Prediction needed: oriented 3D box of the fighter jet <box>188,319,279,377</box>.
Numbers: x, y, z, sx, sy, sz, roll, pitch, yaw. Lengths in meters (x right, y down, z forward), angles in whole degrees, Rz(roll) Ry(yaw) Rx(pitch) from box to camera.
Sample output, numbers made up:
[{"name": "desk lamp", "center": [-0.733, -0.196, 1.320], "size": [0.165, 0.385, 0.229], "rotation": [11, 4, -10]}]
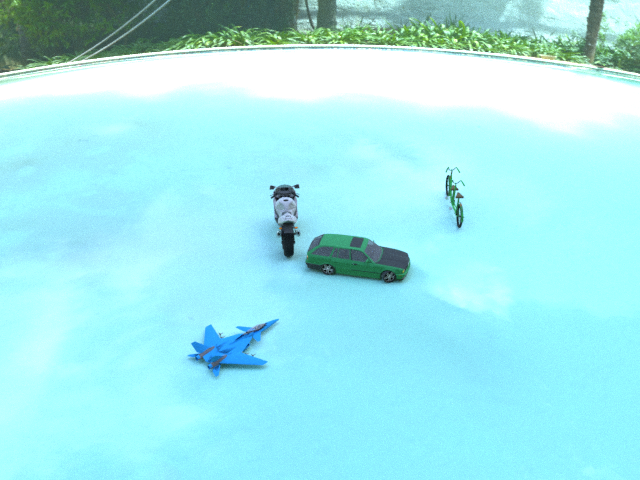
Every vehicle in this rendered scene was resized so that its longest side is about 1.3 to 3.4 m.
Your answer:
[{"name": "fighter jet", "center": [-1.031, 1.260, 9.193], "size": [1.147, 0.286, 1.358], "rotation": [25, 39, 36]}]

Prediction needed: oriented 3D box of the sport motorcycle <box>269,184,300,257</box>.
[{"name": "sport motorcycle", "center": [-0.552, -0.365, 11.468], "size": [0.506, 0.821, 1.520], "rotation": [-3, 30, -5]}]

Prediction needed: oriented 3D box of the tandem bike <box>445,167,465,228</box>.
[{"name": "tandem bike", "center": [2.381, -0.818, 12.390], "size": [0.283, 0.682, 1.642], "rotation": [0, 30, 0]}]

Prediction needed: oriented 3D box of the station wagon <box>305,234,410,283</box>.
[{"name": "station wagon", "center": [0.596, 0.238, 10.773], "size": [1.597, 0.473, 0.682], "rotation": [7, 31, 12]}]
